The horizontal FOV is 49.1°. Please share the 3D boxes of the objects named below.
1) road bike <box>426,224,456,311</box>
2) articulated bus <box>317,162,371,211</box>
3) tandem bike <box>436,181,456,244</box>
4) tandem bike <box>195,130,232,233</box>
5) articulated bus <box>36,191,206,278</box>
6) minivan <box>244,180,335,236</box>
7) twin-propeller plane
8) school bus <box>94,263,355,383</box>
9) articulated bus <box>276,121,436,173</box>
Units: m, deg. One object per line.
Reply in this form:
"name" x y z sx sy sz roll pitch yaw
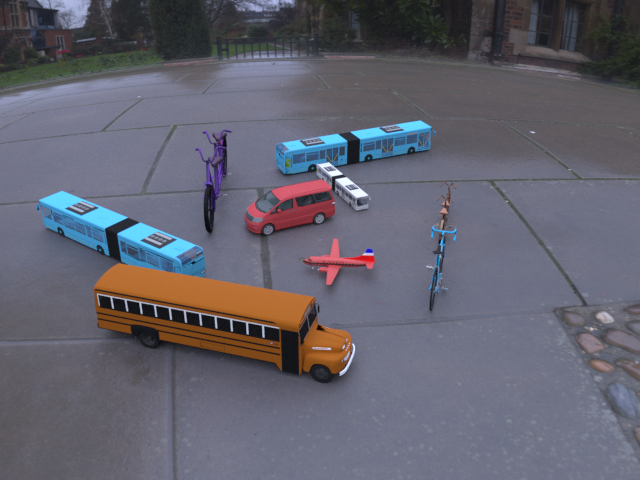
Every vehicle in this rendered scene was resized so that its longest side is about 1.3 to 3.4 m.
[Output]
"road bike" 1.692 0.348 9.984 0.358 0.852 1.545 8 30 14
"articulated bus" 0.401 -1.021 13.041 0.311 0.289 1.749 -12 31 -21
"tandem bike" 2.094 -0.503 11.700 0.283 0.682 1.642 7 30 12
"tandem bike" -1.858 -1.321 12.512 0.550 1.326 3.192 -1 29 -1
"articulated bus" -3.192 -0.061 11.024 3.401 0.561 0.605 20 34 31
"minivan" -0.522 -0.570 11.888 1.548 0.616 0.681 -13 31 -22
"twin-propeller plane" 0.282 0.287 10.554 1.095 0.407 1.370 3 29 5
"school bus" -1.203 1.003 8.808 3.322 0.844 0.709 9 30 15
"articulated bus" 0.756 -1.917 14.379 3.401 0.561 0.605 -12 31 -21
